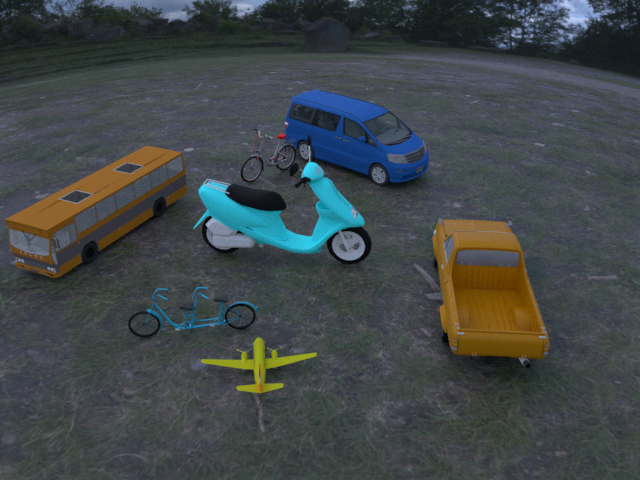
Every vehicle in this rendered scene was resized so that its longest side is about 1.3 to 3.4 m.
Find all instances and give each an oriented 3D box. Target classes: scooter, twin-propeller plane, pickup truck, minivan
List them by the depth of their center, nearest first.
[{"bbox_3d":[-0.711,1.417,8.214,1.370,0.407,1.095,-3,29,-5],"label":"twin-propeller plane"},{"bbox_3d":[2.181,0.484,9.307,1.244,0.993,3.117,2,29,4],"label":"pickup truck"},{"bbox_3d":[-0.574,-0.518,10.311,2.721,1.786,1.288,5,29,9],"label":"scooter"},{"bbox_3d":[0.707,-2.051,13.723,3.011,1.197,1.324,22,36,35],"label":"minivan"}]

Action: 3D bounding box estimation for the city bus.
[{"bbox_3d":[-3.423,-0.521,11.244,0.926,0.894,3.255,13,31,22],"label":"city bus"}]

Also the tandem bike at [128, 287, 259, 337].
[{"bbox_3d":[-1.605,0.903,8.865,1.642,0.682,0.283,-4,29,-8],"label":"tandem bike"}]

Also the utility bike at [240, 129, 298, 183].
[{"bbox_3d":[-0.912,-1.633,13.221,1.435,0.946,0.535,-25,37,-38],"label":"utility bike"}]
